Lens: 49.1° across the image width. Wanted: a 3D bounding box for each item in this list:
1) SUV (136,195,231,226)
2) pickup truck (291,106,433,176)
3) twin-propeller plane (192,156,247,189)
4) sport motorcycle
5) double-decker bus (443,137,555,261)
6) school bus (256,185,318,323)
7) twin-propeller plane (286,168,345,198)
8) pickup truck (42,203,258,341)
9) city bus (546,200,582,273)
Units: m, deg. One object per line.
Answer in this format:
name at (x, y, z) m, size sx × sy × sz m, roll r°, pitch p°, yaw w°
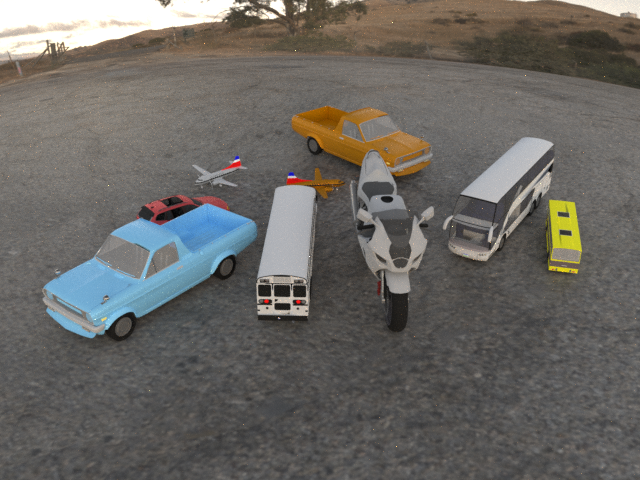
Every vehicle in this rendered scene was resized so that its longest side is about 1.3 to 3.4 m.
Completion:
SUV at (-2.240, -0.437, 11.517) m, size 1.572 × 0.580 × 0.656 m, roll -20°, pitch 35°, yaw -32°
pickup truck at (0.787, -2.126, 14.158) m, size 1.244 × 0.993 × 3.117 m, roll -23°, pitch 36°, yaw -36°
twin-propeller plane at (-1.920, -1.278, 13.224) m, size 1.095 × 0.407 × 1.370 m, roll -25°, pitch 37°, yaw -37°
sport motorcycle at (0.900, -0.068, 9.792) m, size 0.983 × 1.596 × 2.955 m, roll -2°, pitch 29°, yaw -3°
double-decker bus at (3.040, -0.717, 11.536) m, size 0.756 × 1.052 × 3.251 m, roll 17°, pitch 33°, yaw 28°
school bus at (-0.429, 0.026, 10.401) m, size 0.709 × 0.844 × 3.322 m, roll 1°, pitch 29°, yaw 2°
twin-propeller plane at (-0.071, -1.078, 12.861) m, size 1.095 × 0.407 × 1.370 m, roll -3°, pitch 29°, yaw -6°
pickup truck at (-2.282, 0.256, 9.828) m, size 1.244 × 0.993 × 3.117 m, roll 20°, pitch 35°, yaw 32°
city bus at (3.789, -0.059, 10.954) m, size 0.476 × 0.460 × 1.674 m, roll 7°, pitch 30°, yaw 12°
